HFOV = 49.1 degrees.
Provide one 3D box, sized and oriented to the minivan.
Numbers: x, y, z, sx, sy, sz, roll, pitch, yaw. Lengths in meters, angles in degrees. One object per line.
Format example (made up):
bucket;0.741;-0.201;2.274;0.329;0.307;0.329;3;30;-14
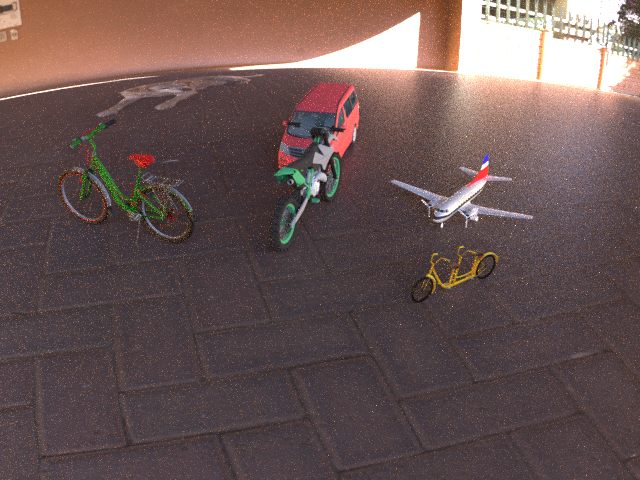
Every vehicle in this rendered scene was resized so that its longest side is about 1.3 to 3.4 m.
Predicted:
minivan;0.022;-2.361;14.687;1.324;1.197;3.011;7;29;12

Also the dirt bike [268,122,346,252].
dirt bike;-0.195;-1.035;11.679;1.024;1.666;2.903;11;30;20

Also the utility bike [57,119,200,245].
utility bike;-3.206;-0.855;11.153;2.791;1.839;1.039;12;30;21

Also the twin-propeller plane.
twin-propeller plane;2.511;-0.849;12.263;2.663;0.792;2.129;18;33;31

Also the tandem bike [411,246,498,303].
tandem bike;1.952;0.417;9.985;1.642;0.682;0.283;-17;32;-28
